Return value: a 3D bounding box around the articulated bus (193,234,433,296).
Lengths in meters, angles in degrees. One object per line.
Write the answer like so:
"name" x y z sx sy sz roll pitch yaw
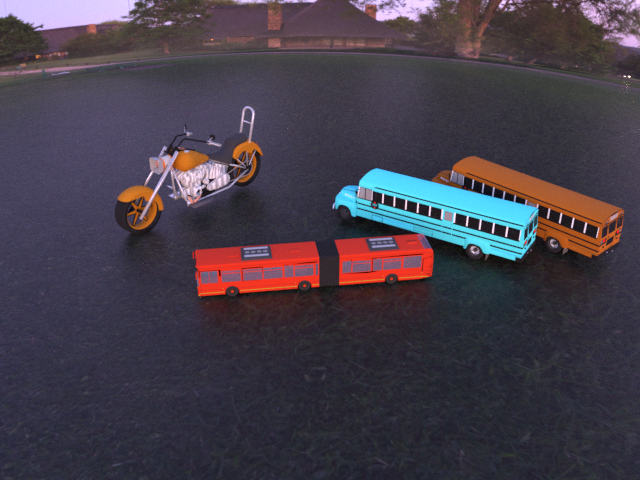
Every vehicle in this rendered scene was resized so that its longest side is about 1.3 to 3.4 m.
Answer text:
"articulated bus" -0.093 0.349 10.024 3.401 0.561 0.605 -4 30 -7

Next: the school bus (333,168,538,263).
"school bus" 1.731 -0.457 11.158 3.322 0.844 0.709 17 34 28

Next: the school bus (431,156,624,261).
"school bus" 3.216 -0.626 11.457 0.709 0.844 3.322 -24 37 -36

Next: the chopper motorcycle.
"chopper motorcycle" -2.162 -1.215 11.851 0.906 1.480 3.040 24 37 36
